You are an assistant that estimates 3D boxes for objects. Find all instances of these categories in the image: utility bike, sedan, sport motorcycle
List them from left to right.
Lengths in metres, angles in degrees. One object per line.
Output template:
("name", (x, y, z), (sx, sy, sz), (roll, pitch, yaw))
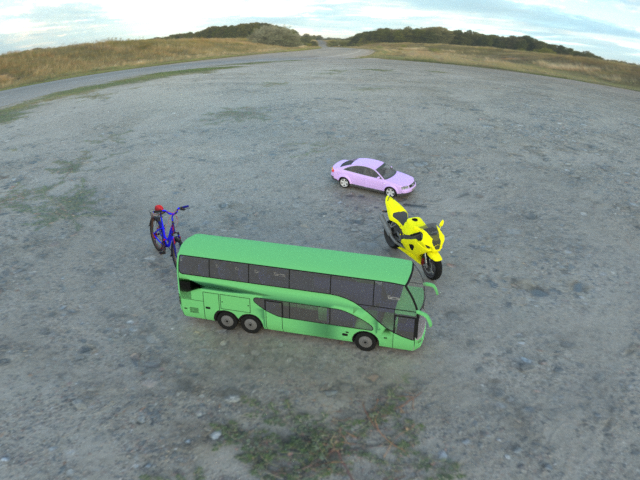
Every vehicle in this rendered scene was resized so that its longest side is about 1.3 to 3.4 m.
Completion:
("utility bike", (-2.226, -0.128, 10.354), (0.535, 0.946, 1.435), (-17, 33, -29))
("sedan", (0.981, -1.192, 12.835), (1.613, 0.483, 0.635), (15, 31, 25))
("sport motorcycle", (1.362, -0.042, 10.325), (0.506, 0.821, 1.520), (-13, 31, -22))

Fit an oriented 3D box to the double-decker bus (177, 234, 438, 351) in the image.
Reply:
("double-decker bus", (-0.187, 0.652, 8.782), (3.251, 1.052, 0.756), (7, 29, 13))
